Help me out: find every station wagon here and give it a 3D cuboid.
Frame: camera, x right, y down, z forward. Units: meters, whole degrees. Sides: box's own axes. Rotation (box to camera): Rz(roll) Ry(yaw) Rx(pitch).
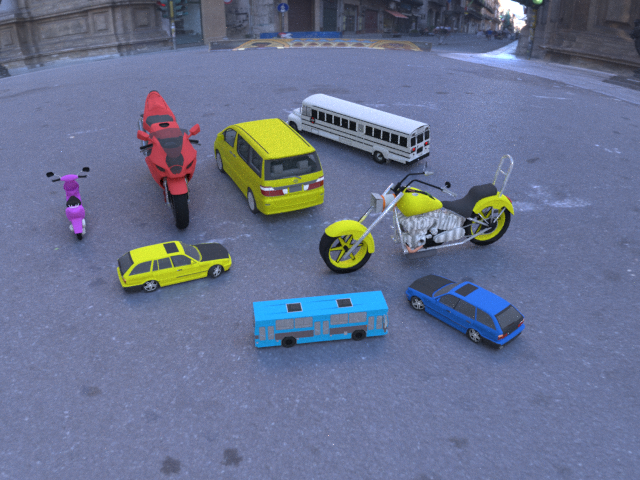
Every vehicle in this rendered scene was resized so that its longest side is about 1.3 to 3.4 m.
[{"bbox_3d":[-2.072,0.303,10.010,1.597,0.473,0.682,-12,32,-20],"label":"station wagon"},{"bbox_3d":[1.855,0.824,9.103,0.682,0.473,1.597,-25,38,-36],"label":"station wagon"}]

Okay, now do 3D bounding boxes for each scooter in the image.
[{"bbox_3d":[-3.949,-0.643,11.209,0.662,0.919,1.399,-10,32,-18],"label":"scooter"}]

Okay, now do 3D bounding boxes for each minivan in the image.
[{"bbox_3d":[-0.991,-1.487,12.399,1.324,1.197,3.011,-13,32,-21],"label":"minivan"}]

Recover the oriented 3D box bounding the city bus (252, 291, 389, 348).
[{"bbox_3d":[0.000,1.007,8.798,1.674,0.460,0.476,-5,30,-8],"label":"city bus"}]

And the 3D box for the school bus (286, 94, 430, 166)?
[{"bbox_3d":[0.666,-2.283,14.137,3.322,0.844,0.709,24,38,36],"label":"school bus"}]

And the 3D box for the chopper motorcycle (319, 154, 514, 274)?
[{"bbox_3d":[1.463,-0.387,10.202,3.040,1.480,0.906,-9,31,-15],"label":"chopper motorcycle"}]

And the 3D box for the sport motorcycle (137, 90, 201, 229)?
[{"bbox_3d":[-2.586,-1.417,11.876,0.983,1.596,2.955,-9,31,-16],"label":"sport motorcycle"}]
